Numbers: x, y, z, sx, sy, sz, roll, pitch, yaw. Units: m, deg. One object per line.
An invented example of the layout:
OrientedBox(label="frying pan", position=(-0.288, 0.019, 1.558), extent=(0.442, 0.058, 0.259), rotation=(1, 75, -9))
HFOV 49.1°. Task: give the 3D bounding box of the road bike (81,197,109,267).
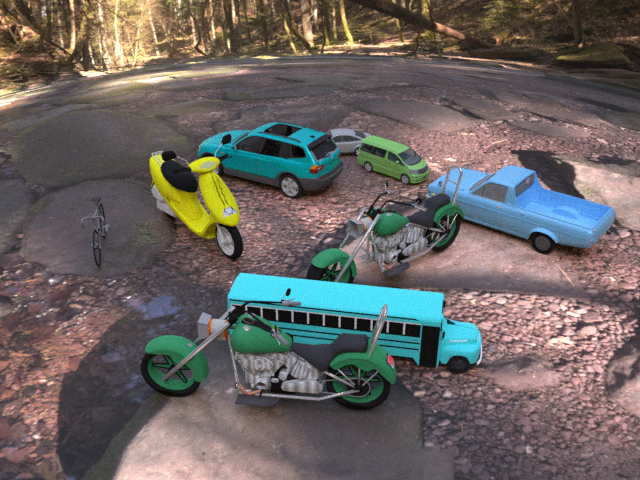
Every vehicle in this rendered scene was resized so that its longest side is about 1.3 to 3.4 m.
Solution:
OrientedBox(label="road bike", position=(-3.627, -0.209, 11.460), extent=(0.358, 0.852, 1.545), rotation=(-5, 30, -9))

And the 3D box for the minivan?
OrientedBox(label="minivan", position=(1.506, -1.642, 14.272), extent=(1.548, 0.616, 0.681), rotation=(24, 37, 36))

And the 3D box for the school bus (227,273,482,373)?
OrientedBox(label="school bus", position=(0.460, 1.057, 9.197), extent=(3.322, 0.844, 0.709), rotation=(5, 30, 9))

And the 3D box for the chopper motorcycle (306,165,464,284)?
OrientedBox(label="chopper motorcycle", position=(1.072, -0.135, 10.682), extent=(3.040, 1.480, 0.906), rotation=(-20, 35, -32))

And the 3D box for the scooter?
OrientedBox(label="scooter", position=(-2.133, -0.873, 11.691), extent=(1.288, 1.786, 2.721), rotation=(-23, 36, -35))

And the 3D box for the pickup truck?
OrientedBox(label="pickup truck", position=(3.410, -0.662, 12.128), extent=(3.117, 0.993, 1.244), rotation=(21, 36, 33))

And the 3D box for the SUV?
OrientedBox(label="SUV", position=(-1.031, -1.753, 13.944), extent=(3.058, 1.128, 1.276), rotation=(16, 33, 26))

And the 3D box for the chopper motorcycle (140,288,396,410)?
OrientedBox(label="chopper motorcycle", position=(-0.629, 1.283, 8.139), extent=(3.040, 1.480, 0.906), rotation=(4, 29, 7))

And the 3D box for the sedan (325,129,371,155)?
OrientedBox(label="sedan", position=(0.375, -2.154, 15.326), extent=(1.613, 0.483, 0.635), rotation=(-3, 29, -5))
